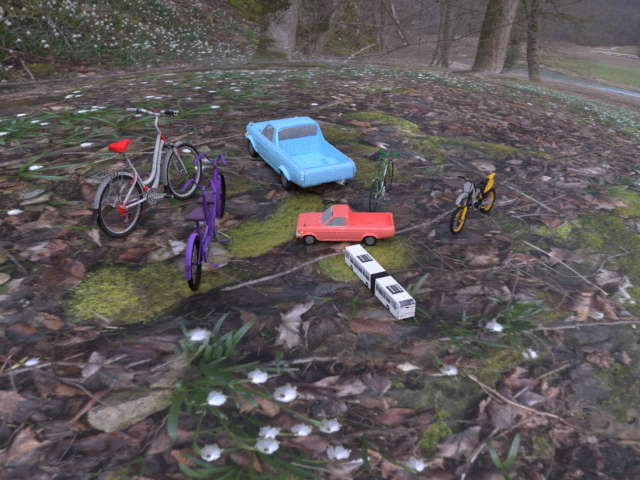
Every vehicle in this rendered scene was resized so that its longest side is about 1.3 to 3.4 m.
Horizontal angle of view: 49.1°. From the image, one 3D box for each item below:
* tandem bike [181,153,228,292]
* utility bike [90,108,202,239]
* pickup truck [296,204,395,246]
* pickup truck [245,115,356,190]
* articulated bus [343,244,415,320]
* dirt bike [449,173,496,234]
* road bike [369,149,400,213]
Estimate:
[{"bbox_3d":[-1.736,-0.436,10.719,0.550,1.326,3.192,1,28,1],"label":"tandem bike"},{"bbox_3d":[-2.944,-1.232,11.681,1.039,1.839,2.791,14,31,24],"label":"utility bike"},{"bbox_3d":[0.407,-0.267,11.273,1.603,0.511,0.640,1,28,1],"label":"pickup truck"},{"bbox_3d":[-0.462,-1.821,13.711,1.244,0.993,3.117,-12,30,-21],"label":"pickup truck"},{"bbox_3d":[0.816,0.562,9.936,0.311,0.289,1.749,-11,30,-20],"label":"articulated bus"},{"bbox_3d":[2.581,-0.668,11.665,0.527,0.857,1.493,21,34,34],"label":"dirt bike"},{"bbox_3d":[1.109,-1.084,12.462,0.358,0.852,1.545,10,29,18],"label":"road bike"}]
